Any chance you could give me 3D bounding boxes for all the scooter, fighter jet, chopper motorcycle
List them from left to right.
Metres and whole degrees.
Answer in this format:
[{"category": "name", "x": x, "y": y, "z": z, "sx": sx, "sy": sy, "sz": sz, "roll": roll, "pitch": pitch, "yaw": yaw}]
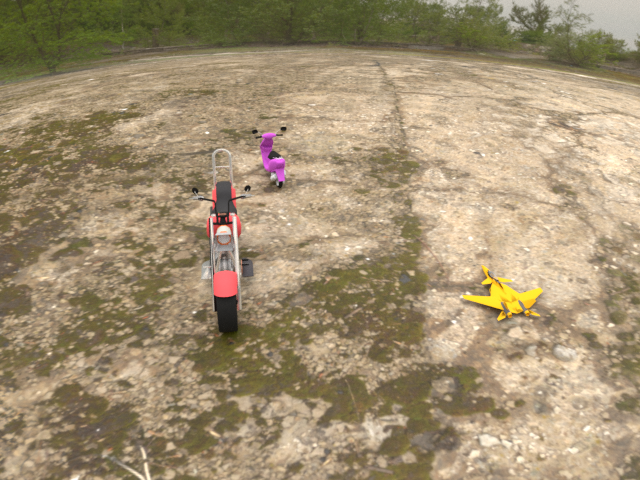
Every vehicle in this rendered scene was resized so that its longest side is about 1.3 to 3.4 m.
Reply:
[{"category": "chopper motorcycle", "x": -1.330, "y": -0.075, "z": 9.741, "sx": 0.906, "sy": 1.480, "sz": 3.040, "roll": -3, "pitch": 29, "yaw": -6}, {"category": "scooter", "x": -0.891, "y": -1.594, "z": 13.048, "sx": 0.662, "sy": 0.919, "sz": 1.399, "roll": -9, "pitch": 30, "yaw": -15}, {"category": "fighter jet", "x": 2.504, "y": 0.621, "z": 9.717, "sx": 1.147, "sy": 0.286, "sz": 1.358, "roll": -5, "pitch": 29, "yaw": -8}]
